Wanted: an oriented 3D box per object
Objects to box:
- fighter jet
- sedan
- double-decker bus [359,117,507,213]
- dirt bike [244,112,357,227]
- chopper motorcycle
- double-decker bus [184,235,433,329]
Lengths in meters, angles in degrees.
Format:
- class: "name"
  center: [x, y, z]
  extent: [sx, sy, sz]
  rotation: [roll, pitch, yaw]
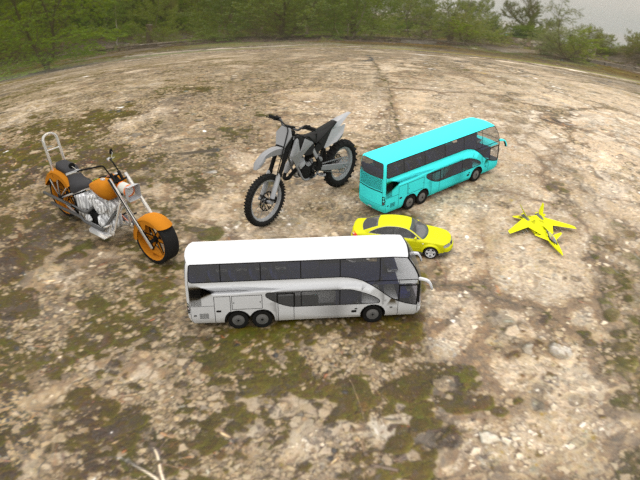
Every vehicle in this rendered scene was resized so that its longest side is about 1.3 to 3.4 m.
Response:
- class: "fighter jet"
  center: [3.668, -0.176, 11.374]
  extent: [1.147, 0.286, 1.358]
  rotation: [-4, 30, -7]
- class: "sedan"
  center: [1.298, -0.103, 11.054]
  extent: [1.613, 0.483, 0.635]
  rotation: [6, 31, 10]
- class: "double-decker bus"
  center: [2.090, -1.422, 12.756]
  extent: [3.251, 1.052, 0.756]
  rotation: [-23, 37, -33]
- class: "dirt bike"
  center: [-0.260, -1.351, 12.023]
  extent: [1.024, 1.666, 2.903]
  rotation: [23, 37, 33]
- class: "chopper motorcycle"
  center: [-3.386, -0.692, 11.074]
  extent: [3.040, 1.480, 0.906]
  rotation: [22, 37, 32]
- class: "double-decker bus"
  center: [-0.163, 0.530, 9.400]
  extent: [3.251, 1.052, 0.756]
  rotation: [-2, 30, -4]
